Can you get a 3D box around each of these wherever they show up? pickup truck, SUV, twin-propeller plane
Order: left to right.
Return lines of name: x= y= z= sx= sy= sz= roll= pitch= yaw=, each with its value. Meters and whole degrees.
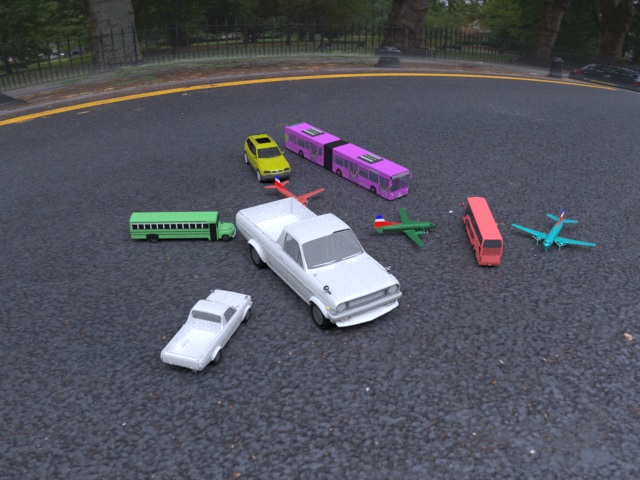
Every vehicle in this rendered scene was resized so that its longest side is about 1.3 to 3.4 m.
pickup truck: x=-1.452 y=1.117 z=9.165 sx=0.640 sy=0.511 sz=1.603 roll=9 pitch=30 yaw=16
SUV: x=-1.084 y=-1.682 z=14.105 sx=0.656 sy=0.580 sz=1.572 roll=-10 pitch=31 yaw=-18
twin-propeller plane: x=-0.547 y=-0.836 z=12.768 sx=1.370 sy=0.407 sz=1.095 roll=-18 pitch=34 yaw=-29
pickup truck: x=-0.119 y=0.152 z=10.399 sx=1.244 sy=0.993 sz=3.117 roll=-16 pitch=33 yaw=-27
twin-propeller plane: x=1.433 y=-0.263 z=11.741 sx=1.095 sy=0.407 sz=1.370 roll=-4 pitch=29 yaw=-7
twin-propeller plane: x=3.871 y=-0.159 z=11.554 sx=1.370 sy=0.407 sz=1.095 roll=17 pitch=33 yaw=27

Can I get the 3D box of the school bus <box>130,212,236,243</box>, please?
school bus: x=-2.271 y=-0.226 z=11.647 sx=1.708 sy=0.434 sz=0.365 roll=-1 pitch=29 yaw=-1

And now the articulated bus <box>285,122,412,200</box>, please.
articulated bus: x=0.462 y=-1.639 z=14.047 sx=0.605 sy=0.561 sz=3.401 roll=-21 pitch=35 yaw=-32

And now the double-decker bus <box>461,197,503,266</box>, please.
double-decker bus: x=2.640 y=-0.182 z=11.459 sx=0.389 sy=0.541 sz=1.672 roll=0 pitch=29 yaw=1
